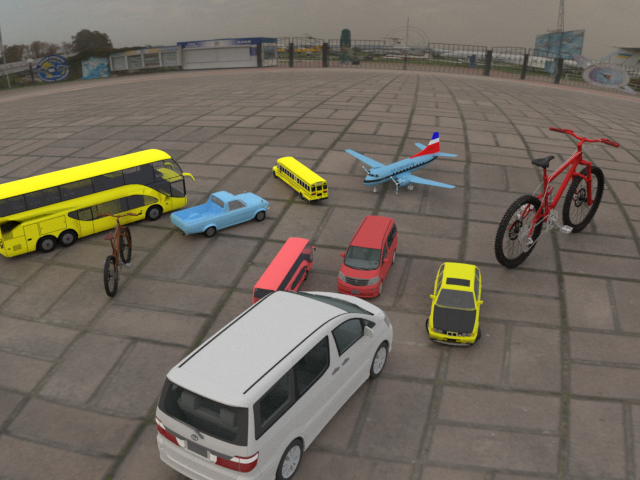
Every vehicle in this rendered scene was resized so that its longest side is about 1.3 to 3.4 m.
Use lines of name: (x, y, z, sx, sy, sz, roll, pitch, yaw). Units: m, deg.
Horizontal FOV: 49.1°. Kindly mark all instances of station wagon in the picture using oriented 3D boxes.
station wagon: (1.751, 0.757, 8.989, 0.682, 0.473, 1.597, 6, 27, 12)

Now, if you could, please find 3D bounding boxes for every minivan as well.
minivan: (0.693, 0.219, 9.909, 0.681, 0.616, 1.548, 8, 27, 15)
minivan: (-0.307, 1.250, 7.190, 1.324, 1.197, 3.011, 15, 30, 27)

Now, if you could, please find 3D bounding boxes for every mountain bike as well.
mountain bike: (3.533, -0.650, 10.450, 2.857, 1.688, 1.114, -22, 34, -37)
mountain bike: (-2.828, 0.144, 9.776, 0.573, 0.868, 1.469, -1, 27, -2)

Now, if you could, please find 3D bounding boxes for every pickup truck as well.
pickup truck: (-1.614, -0.478, 11.425, 1.603, 0.511, 0.640, -19, 32, -34)

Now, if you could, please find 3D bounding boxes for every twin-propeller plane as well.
twin-propeller plane: (1.565, -1.453, 13.064, 2.129, 0.792, 2.663, -22, 34, -37)

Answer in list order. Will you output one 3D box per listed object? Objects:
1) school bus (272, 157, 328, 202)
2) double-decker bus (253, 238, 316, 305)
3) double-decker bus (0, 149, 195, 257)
school bus: (-0.400, -1.145, 12.846, 0.365, 0.434, 1.708, -13, 29, -24)
double-decker bus: (-0.468, 0.484, 9.461, 0.389, 0.541, 1.672, 7, 27, 14)
double-decker bus: (-3.602, -0.659, 11.180, 3.251, 1.052, 0.756, -20, 33, -35)
